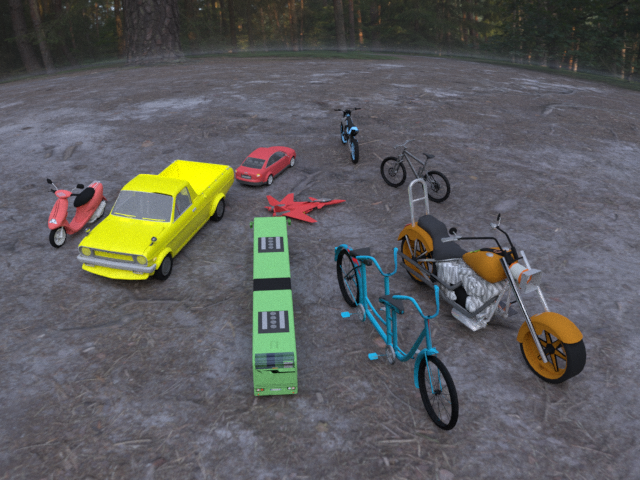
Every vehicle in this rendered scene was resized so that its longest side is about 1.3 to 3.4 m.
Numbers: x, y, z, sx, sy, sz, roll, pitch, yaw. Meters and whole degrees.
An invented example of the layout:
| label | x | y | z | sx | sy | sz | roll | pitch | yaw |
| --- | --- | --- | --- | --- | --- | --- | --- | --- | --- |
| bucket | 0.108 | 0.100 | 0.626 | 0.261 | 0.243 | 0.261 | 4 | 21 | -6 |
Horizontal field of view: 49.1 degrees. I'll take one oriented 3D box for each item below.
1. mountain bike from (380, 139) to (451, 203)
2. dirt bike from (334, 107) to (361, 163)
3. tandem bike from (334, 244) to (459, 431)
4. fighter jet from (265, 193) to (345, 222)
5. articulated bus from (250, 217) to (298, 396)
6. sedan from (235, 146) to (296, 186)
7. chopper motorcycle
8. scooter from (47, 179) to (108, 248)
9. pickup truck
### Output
| label | x | y | z | sx | sy | sz | roll | pitch | yaw |
| --- | --- | --- | --- | --- | --- | --- | --- | --- | --- |
| mountain bike | 1.625 | -1.185 | 11.993 | 1.469 | 0.868 | 0.573 | 24 | 37 | 37 |
| dirt bike | 0.566 | -2.108 | 13.680 | 0.527 | 0.857 | 1.493 | -5 | 29 | -8 |
| tandem bike | 0.776 | 0.766 | 7.974 | 0.550 | 1.326 | 3.192 | -10 | 30 | -18 |
| fighter jet | -0.194 | -0.622 | 11.572 | 1.358 | 0.286 | 1.147 | -11 | 31 | -19 |
| articulated bus | -0.602 | 0.674 | 8.934 | 0.605 | 0.561 | 3.401 | -2 | 29 | -4 |
| sedan | -0.973 | -1.445 | 12.863 | 0.635 | 0.483 | 1.613 | 12 | 31 | 21 |
| chopper motorcycle | 1.969 | 0.413 | 8.455 | 0.906 | 1.480 | 3.040 | -17 | 33 | -27 |
| scooter | -3.751 | -0.545 | 10.776 | 0.662 | 0.919 | 1.399 | 10 | 30 | 17 |
| pickup truck | -2.367 | -0.482 | 10.586 | 1.244 | 0.993 | 3.117 | 8 | 30 | 14 |
